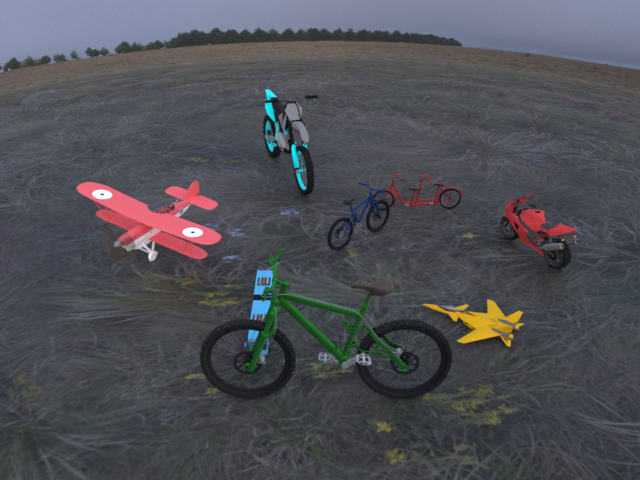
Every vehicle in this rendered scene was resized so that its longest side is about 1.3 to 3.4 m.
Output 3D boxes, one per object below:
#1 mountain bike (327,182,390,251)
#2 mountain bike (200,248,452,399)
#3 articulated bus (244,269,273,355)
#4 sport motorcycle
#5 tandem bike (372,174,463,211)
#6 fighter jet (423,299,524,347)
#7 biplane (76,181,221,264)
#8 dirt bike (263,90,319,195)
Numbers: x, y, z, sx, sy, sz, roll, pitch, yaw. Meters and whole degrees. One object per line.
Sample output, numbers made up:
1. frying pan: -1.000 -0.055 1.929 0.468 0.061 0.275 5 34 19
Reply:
1. mountain bike: 0.652 -0.384 11.373 1.469 0.868 0.573 -25 38 -38
2. mountain bike: 0.067 1.095 7.808 2.857 1.688 1.114 0 29 0
3. articulated bus: -0.792 0.946 9.541 0.311 0.289 1.749 0 29 0
4. sport motorcycle: 3.396 -0.156 11.004 0.506 0.821 1.520 -14 32 -24
5. tandem bike: 1.741 -0.842 12.408 1.642 0.682 0.283 -2 29 -3
6. fighter jet: 2.015 0.995 9.454 1.358 0.286 1.147 17 33 28
7. biplane: -2.515 -0.321 11.141 2.598 0.981 2.120 14 31 23
8. dirt bike: -0.637 -2.059 13.611 1.024 1.666 2.903 -10 30 -18
